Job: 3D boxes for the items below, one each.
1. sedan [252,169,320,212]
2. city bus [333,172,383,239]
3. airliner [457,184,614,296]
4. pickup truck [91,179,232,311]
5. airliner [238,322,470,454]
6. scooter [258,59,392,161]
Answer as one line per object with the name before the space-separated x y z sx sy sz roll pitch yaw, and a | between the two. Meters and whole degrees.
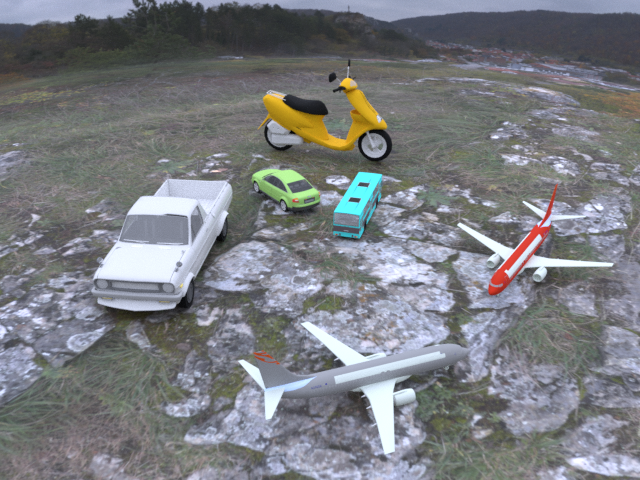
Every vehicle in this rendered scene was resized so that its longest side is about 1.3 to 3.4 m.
sedan | -0.606 -0.936 11.916 0.635 0.483 1.613 -17 32 -30
city bus | 0.626 -0.560 11.223 0.476 0.460 1.674 8 29 14
airliner | 2.878 -0.007 9.762 2.257 0.835 2.541 17 32 29
pickup truck | -2.100 -0.127 9.821 1.244 0.993 3.117 3 28 6
airliner | 0.497 1.253 7.356 2.541 0.835 2.257 -10 29 -19
scooter | 0.080 -2.473 13.447 2.721 1.786 1.288 8 29 16
